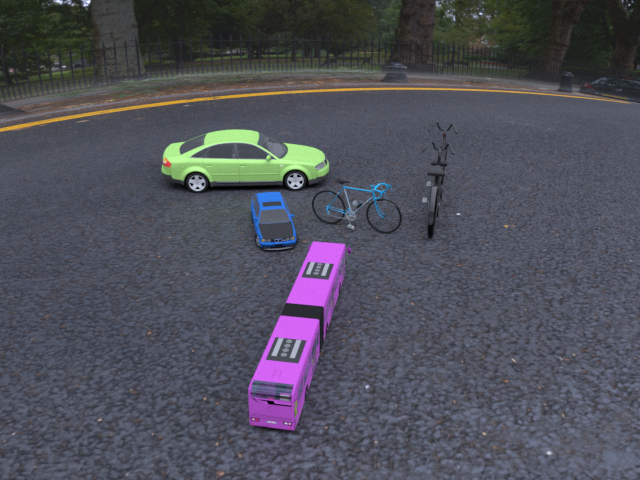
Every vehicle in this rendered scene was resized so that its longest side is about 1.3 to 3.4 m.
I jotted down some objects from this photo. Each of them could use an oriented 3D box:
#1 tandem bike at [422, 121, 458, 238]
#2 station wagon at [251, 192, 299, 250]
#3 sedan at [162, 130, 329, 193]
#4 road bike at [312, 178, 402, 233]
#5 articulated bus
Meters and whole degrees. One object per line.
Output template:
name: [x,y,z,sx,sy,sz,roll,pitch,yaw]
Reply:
tandem bike: [2.022,-1.148,11.923,0.550,1.326,3.192,6,27,11]
station wagon: [-0.764,-0.353,11.266,0.682,0.473,1.597,-4,26,-9]
sedan: [-1.394,-1.548,13.181,3.137,0.940,1.235,-1,26,-3]
road bike: [0.580,-0.574,11.286,1.545,0.852,0.358,10,28,20]
articulated bus: [-0.171,0.973,8.448,0.605,0.561,3.401,5,26,9]
